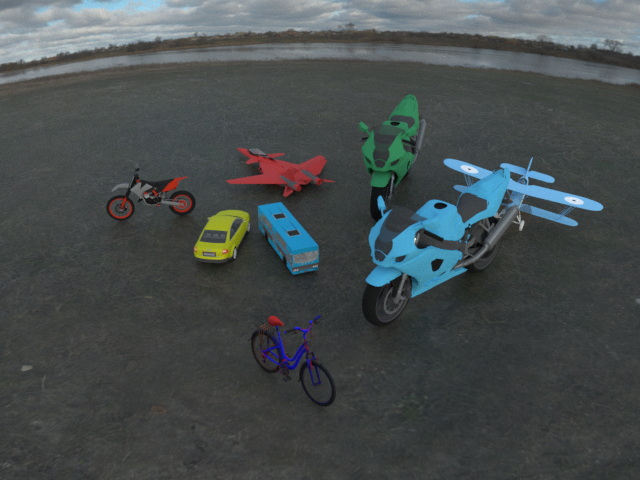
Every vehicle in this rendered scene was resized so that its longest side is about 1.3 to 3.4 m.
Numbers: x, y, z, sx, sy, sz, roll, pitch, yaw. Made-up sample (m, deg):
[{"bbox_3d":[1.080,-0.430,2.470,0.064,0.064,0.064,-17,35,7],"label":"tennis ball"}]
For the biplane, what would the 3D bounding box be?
[{"bbox_3d":[3.410,-0.808,11.830,2.598,0.981,2.120,11,30,20],"label":"biplane"}]

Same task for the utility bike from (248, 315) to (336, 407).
[{"bbox_3d":[-0.308,1.249,7.970,1.435,0.946,0.535,24,36,38],"label":"utility bike"}]

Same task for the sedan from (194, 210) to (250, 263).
[{"bbox_3d":[-1.531,-0.143,11.103,0.635,0.483,1.613,4,28,8],"label":"sedan"}]

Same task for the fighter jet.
[{"bbox_3d":[-0.956,-1.590,13.766,2.229,0.557,2.640,-19,33,-32],"label":"fighter jet"}]

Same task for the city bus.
[{"bbox_3d":[-0.519,-0.036,10.924,0.476,0.460,1.674,-11,30,-20],"label":"city bus"}]

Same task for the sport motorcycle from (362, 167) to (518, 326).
[{"bbox_3d":[1.637,0.048,9.547,2.955,1.596,0.983,-24,36,-37],"label":"sport motorcycle"}]

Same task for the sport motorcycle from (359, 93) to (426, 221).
[{"bbox_3d":[1.331,-1.544,12.565,0.983,1.596,2.955,8,29,15],"label":"sport motorcycle"}]

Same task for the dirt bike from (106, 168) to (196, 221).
[{"bbox_3d":[-2.877,-0.757,11.865,1.493,0.857,0.527,-6,28,-11],"label":"dirt bike"}]
